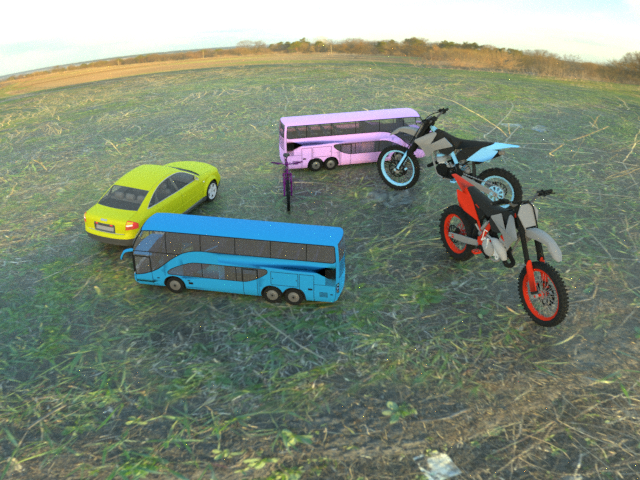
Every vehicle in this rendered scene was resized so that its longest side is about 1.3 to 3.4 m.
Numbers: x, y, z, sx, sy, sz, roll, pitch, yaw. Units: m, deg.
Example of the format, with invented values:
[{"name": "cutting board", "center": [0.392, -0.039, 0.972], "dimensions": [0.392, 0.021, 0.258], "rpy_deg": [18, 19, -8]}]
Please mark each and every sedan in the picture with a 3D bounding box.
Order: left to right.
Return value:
[{"name": "sedan", "center": [-2.880, -0.851, 12.450], "dimensions": [1.235, 0.940, 3.137], "rpy_deg": [11, 30, 19]}]

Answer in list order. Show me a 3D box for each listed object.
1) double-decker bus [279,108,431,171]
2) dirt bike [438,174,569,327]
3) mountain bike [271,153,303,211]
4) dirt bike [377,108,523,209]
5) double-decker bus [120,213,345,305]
[{"name": "double-decker bus", "center": [0.762, -2.133, 14.724], "dimensions": [3.251, 1.052, 0.756], "rpy_deg": [-6, 29, -12]}, {"name": "dirt bike", "center": [2.615, -0.017, 10.124], "dimensions": [1.024, 1.666, 2.903], "rpy_deg": [-12, 30, -21]}, {"name": "mountain bike", "center": [-0.615, -1.160, 13.103], "dimensions": [0.573, 0.868, 1.469], "rpy_deg": [-2, 28, -3]}, {"name": "dirt bike", "center": [2.328, -1.447, 12.792], "dimensions": [2.903, 1.666, 1.024], "rpy_deg": [17, 33, 29]}, {"name": "double-decker bus", "center": [-1.248, 0.249, 10.277], "dimensions": [3.251, 1.052, 0.756], "rpy_deg": [5, 29, 9]}]
